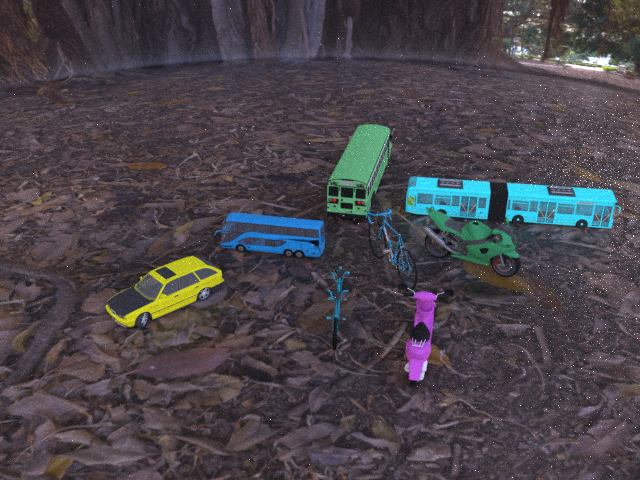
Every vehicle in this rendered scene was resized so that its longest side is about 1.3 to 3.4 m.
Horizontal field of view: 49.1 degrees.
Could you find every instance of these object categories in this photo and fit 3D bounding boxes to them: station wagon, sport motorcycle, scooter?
[{"bbox_3d":[-2.090,0.652,9.444,1.597,0.473,0.682,-23,36,-37],"label":"station wagon"},{"bbox_3d":[2.218,0.022,10.249,1.520,0.821,0.506,17,33,29],"label":"sport motorcycle"},{"bbox_3d":[1.205,1.026,8.276,0.662,0.919,1.399,6,29,12],"label":"scooter"}]

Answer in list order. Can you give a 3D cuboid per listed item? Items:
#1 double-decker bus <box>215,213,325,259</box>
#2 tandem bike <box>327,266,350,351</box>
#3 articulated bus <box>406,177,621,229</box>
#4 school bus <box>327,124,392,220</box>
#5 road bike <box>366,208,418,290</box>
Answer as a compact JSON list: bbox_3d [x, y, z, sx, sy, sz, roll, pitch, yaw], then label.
[{"bbox_3d":[-0.758,-0.077,10.729,1.672,0.541,0.389,6,29,11],"label":"double-decker bus"},{"bbox_3d":[0.233,0.740,9.058,0.283,0.682,1.642,2,28,4],"label":"tandem bike"},{"bbox_3d":[3.166,-0.633,11.743,3.401,0.561,0.605,5,29,9],"label":"articulated bus"},{"bbox_3d":[0.796,-1.352,12.783,0.709,0.844,3.322,6,29,11],"label":"school bus"},{"bbox_3d":[1.037,0.085,10.098,0.358,0.852,1.545,-11,30,-19],"label":"road bike"}]
